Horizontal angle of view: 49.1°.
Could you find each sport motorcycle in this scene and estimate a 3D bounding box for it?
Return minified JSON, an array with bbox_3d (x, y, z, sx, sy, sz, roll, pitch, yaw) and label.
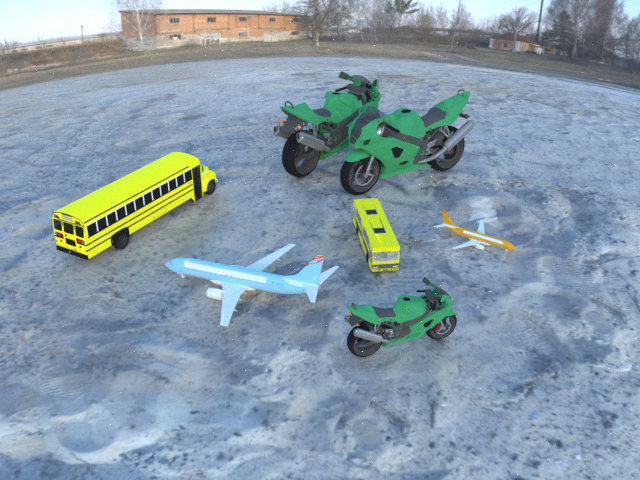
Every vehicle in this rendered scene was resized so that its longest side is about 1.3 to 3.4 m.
[{"bbox_3d":[0.281,-2.296,13.795,0.983,1.596,2.955,23,36,35],"label":"sport motorcycle"},{"bbox_3d":[1.607,-1.825,12.942,2.955,1.596,0.983,-18,34,-29],"label":"sport motorcycle"},{"bbox_3d":[1.023,0.989,8.647,1.520,0.821,0.506,-9,30,-17],"label":"sport motorcycle"}]

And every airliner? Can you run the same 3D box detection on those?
[{"bbox_3d":[2.492,-0.144,11.104,1.307,0.429,1.161,18,34,29],"label":"airliner"},{"bbox_3d":[-1.083,0.362,9.768,2.541,0.835,2.257,10,31,18],"label":"airliner"}]

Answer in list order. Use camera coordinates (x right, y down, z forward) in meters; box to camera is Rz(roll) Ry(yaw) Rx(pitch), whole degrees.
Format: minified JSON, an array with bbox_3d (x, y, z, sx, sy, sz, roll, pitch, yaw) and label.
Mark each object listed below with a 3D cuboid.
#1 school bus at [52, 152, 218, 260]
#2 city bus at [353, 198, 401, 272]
[{"bbox_3d":[-2.921,-0.697,11.676,0.709,0.844,3.322,15,32,25],"label":"school bus"},{"bbox_3d":[0.859,-0.089,10.973,0.476,0.460,1.674,-4,29,-6],"label":"city bus"}]
